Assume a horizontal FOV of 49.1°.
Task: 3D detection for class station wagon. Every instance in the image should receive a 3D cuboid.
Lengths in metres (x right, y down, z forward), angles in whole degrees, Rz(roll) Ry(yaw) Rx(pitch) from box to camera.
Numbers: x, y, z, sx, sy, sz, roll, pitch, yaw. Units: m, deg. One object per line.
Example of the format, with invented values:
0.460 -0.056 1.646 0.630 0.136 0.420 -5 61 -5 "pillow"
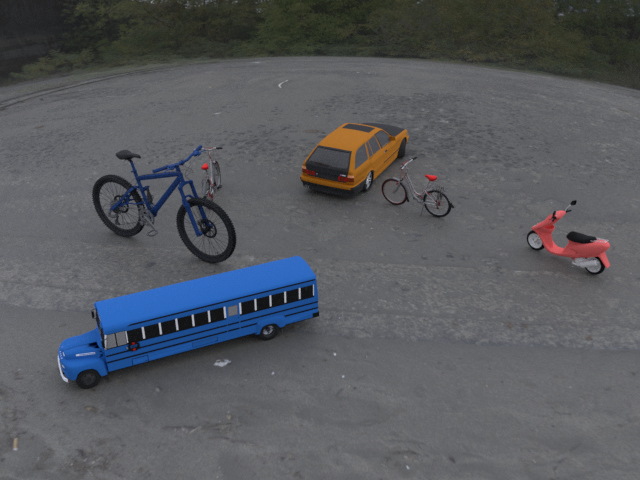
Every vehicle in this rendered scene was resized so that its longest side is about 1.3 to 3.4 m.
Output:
0.786 -1.833 13.970 1.327 0.920 3.105 14 32 23 "station wagon"

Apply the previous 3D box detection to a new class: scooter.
3.842 -0.061 10.792 0.662 0.919 1.399 -24 37 -36 "scooter"

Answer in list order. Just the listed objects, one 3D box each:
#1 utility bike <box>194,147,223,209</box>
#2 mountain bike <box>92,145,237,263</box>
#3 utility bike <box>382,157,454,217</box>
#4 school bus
-2.041 -1.194 12.797 0.535 0.946 1.435 1 29 2 "utility bike"
-2.534 -0.610 10.987 2.857 1.688 1.114 15 32 25 "mountain bike"
1.688 -0.903 12.275 1.435 0.946 0.535 18 34 29 "utility bike"
-1.650 0.999 8.968 3.322 0.844 0.709 -13 32 -21 "school bus"
